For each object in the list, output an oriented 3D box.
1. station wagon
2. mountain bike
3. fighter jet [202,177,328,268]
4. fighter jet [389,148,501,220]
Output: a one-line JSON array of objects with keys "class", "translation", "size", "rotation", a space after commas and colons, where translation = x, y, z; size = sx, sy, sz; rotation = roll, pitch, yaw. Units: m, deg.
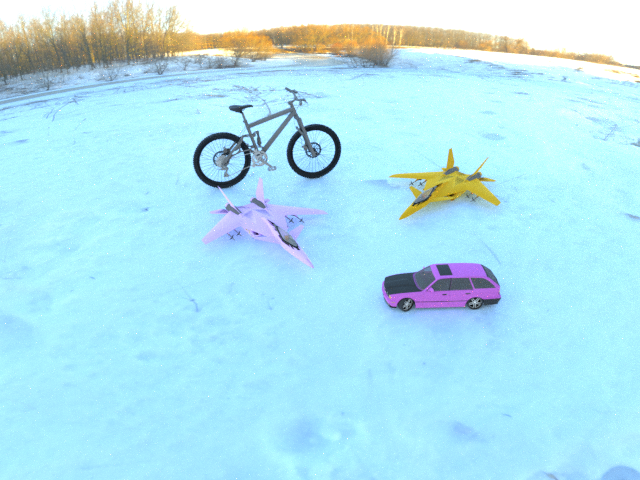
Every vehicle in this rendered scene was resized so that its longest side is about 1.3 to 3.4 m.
[{"class": "station wagon", "translation": [1.652, 0.611, 9.621], "size": [1.597, 0.473, 0.682], "rotation": [-2, 27, -3]}, {"class": "mountain bike", "translation": [-0.962, -1.853, 13.092], "size": [2.857, 1.688, 1.114], "rotation": [-7, 28, -14]}, {"class": "fighter jet", "translation": [-0.760, -0.261, 11.229], "size": [2.229, 0.557, 2.640], "rotation": [-15, 31, -27]}, {"class": "fighter jet", "translation": [2.118, -0.973, 12.616], "size": [2.229, 0.557, 2.640], "rotation": [19, 33, 32]}]
